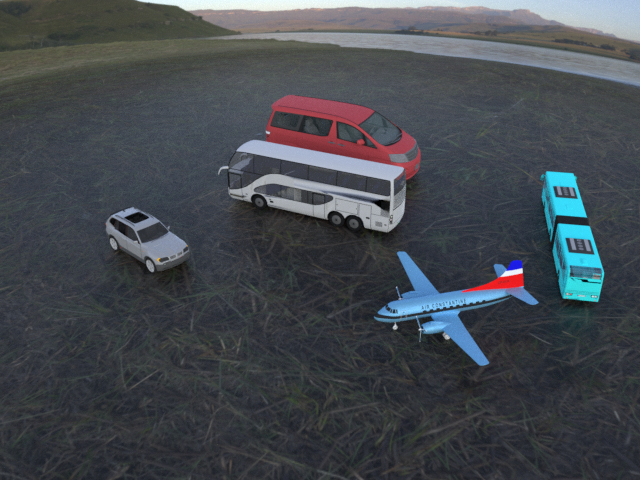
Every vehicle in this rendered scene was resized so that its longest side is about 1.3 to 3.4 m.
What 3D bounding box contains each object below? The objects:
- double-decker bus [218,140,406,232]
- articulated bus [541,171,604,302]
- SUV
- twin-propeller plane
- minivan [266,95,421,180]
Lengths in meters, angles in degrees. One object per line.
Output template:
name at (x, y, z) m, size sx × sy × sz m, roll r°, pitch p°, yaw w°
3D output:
double-decker bus at (-0.155, -0.951, 11.865) m, size 3.251 × 1.052 × 0.756 m, roll 14°, pitch 32°, yaw 22°
articulated bus at (3.902, -0.171, 10.985) m, size 0.605 × 0.561 × 3.401 m, roll 5°, pitch 30°, yaw 9°
SUV at (-2.668, -0.041, 10.737) m, size 1.572 × 0.580 × 0.656 m, roll 25°, pitch 38°, yaw 36°
twin-propeller plane at (1.718, 0.728, 9.162) m, size 2.129 × 0.792 × 2.663 m, roll -8°, pitch 30°, yaw -13°
minivan at (0.455, -1.963, 13.504) m, size 3.011 × 1.197 × 1.324 m, roll 13°, pitch 32°, yaw 22°
